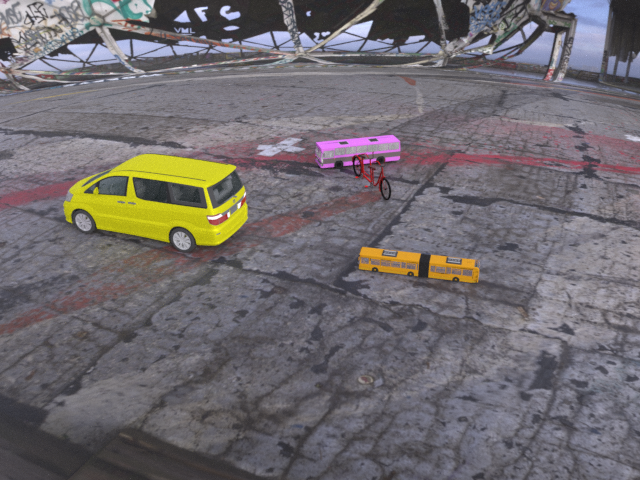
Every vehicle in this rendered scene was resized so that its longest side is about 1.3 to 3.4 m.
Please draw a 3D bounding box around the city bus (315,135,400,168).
[{"bbox_3d":[0.761,-1.763,14.087,1.674,0.460,0.476,-8,28,-14],"label":"city bus"}]

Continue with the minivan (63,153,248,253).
[{"bbox_3d":[-2.705,-0.709,11.259,3.011,1.197,1.324,10,29,18],"label":"minivan"}]

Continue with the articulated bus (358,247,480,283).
[{"bbox_3d":[1.423,0.360,10.186,1.749,0.289,0.311,6,28,12],"label":"articulated bus"}]

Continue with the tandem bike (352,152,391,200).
[{"bbox_3d":[0.941,-1.292,12.940,0.283,0.682,1.642,-10,29,-19],"label":"tandem bike"}]
